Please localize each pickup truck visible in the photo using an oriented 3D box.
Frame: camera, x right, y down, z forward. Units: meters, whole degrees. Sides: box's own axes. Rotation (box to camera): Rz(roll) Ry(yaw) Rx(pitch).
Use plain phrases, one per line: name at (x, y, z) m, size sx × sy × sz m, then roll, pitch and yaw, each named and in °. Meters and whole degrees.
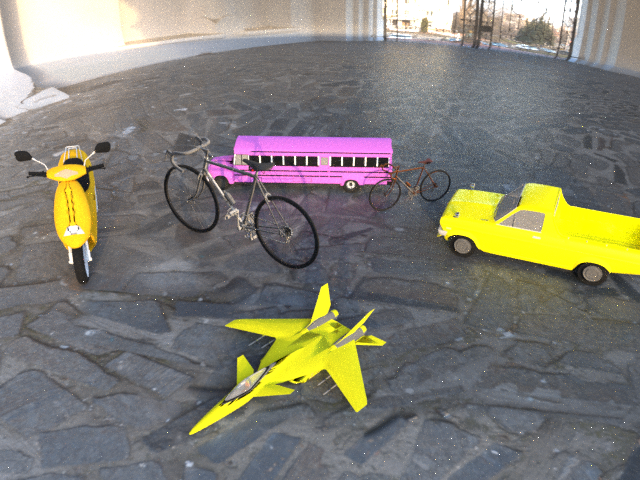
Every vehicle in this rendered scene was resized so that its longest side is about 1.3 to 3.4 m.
pickup truck at (3.369, -0.211, 10.436) m, size 3.117 × 0.993 × 1.244 m, roll 13°, pitch 33°, yaw 20°

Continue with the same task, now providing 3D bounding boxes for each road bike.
road bike at (1.533, -0.951, 11.793) m, size 1.545 × 0.852 × 0.358 m, roll -11°, pitch 33°, yaw -18°
road bike at (-1.257, -0.582, 10.410) m, size 3.004 × 1.656 × 0.696 m, roll 19°, pitch 36°, yaw 29°

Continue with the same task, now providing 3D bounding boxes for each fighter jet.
fighter jet at (-0.486, 1.418, 8.171) m, size 2.229 × 0.557 × 2.640 m, roll 26°, pitch 40°, yaw 36°

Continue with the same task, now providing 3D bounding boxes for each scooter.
scooter at (-3.674, -0.696, 10.470) m, size 1.288 × 1.786 × 2.721 m, roll -8°, pitch 32°, yaw -13°

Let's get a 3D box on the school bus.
school bus at (-0.371, -1.385, 12.515) m, size 3.322 × 0.844 × 0.709 m, roll 1°, pitch 31°, yaw 2°
